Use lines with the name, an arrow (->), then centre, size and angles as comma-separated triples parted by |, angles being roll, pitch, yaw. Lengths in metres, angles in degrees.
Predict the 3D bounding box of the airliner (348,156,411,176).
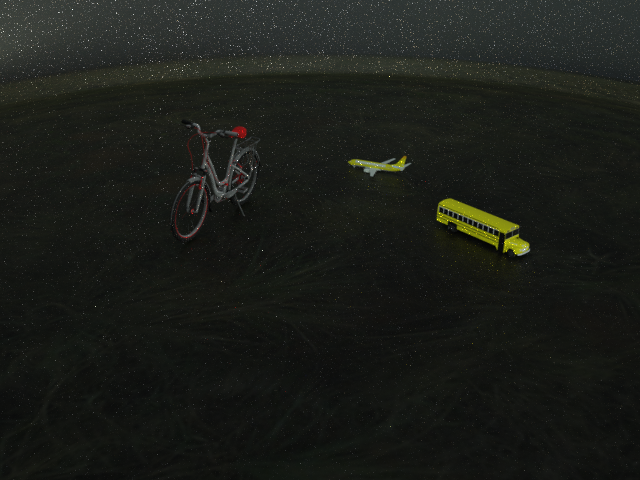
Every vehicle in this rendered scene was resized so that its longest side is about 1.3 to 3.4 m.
airliner -> 1.160, -1.596, 14.230 | 1.307, 0.429, 1.161 | 13, 29, 25

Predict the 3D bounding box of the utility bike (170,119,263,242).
utility bike -> -1.606, -1.151, 11.728 | 1.039, 1.839, 2.791 | 12, 29, 23

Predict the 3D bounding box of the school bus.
school bus -> 2.652, -0.208, 11.404 | 0.365, 0.434, 1.708 | -20, 32, -34
